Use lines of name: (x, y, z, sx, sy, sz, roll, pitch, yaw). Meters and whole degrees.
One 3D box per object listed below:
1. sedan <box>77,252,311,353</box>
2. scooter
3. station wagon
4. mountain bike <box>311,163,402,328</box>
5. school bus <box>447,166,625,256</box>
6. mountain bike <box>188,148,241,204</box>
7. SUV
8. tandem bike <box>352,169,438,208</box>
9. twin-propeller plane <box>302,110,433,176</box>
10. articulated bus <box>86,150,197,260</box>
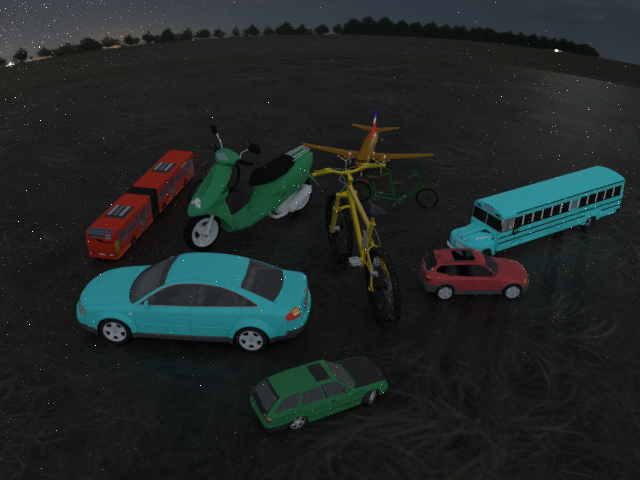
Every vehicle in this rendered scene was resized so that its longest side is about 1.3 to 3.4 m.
sedan: (-1.692, 0.722, 9.331, 3.137, 0.940, 1.235, 3, 30, 5)
scooter: (-1.099, -0.966, 11.450, 2.721, 1.786, 1.288, -24, 37, -35)
station wagon: (0.011, 1.694, 8.089, 1.597, 0.473, 0.682, -13, 32, -22)
mountain bike: (0.566, -0.048, 9.931, 1.114, 1.688, 2.857, -9, 31, -15)
school bus: (3.568, -0.447, 11.491, 3.322, 0.844, 0.709, -16, 33, -26)
mountain bike: (-1.906, -1.132, 12.675, 0.573, 0.868, 1.469, 17, 34, 27)
SUV: (2.233, 0.457, 10.163, 1.572, 0.580, 0.656, -1, 30, -1)
tandem bike: (1.304, -0.943, 12.531, 1.642, 0.682, 0.283, 7, 30, 13)
twin-propeller plane: (0.979, -1.966, 14.224, 2.663, 0.792, 2.129, 6, 30, 11)
articulated bus: (-3.023, -0.710, 12.242, 0.605, 0.561, 3.401, 6, 30, 10)
